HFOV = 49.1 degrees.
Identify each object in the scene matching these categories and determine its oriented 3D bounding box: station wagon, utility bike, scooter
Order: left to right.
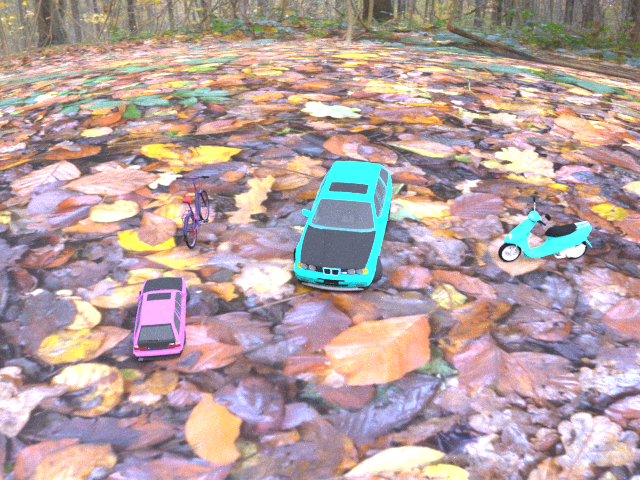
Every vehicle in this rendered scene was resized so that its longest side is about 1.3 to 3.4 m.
[{"bbox_3d":[-2.033,0.895,8.967,0.682,0.473,1.597,-4,30,-7],"label":"station wagon"},{"bbox_3d":[-1.994,-0.507,10.931,0.535,0.946,1.435,3,30,5],"label":"utility bike"},{"bbox_3d":[0.419,-0.363,10.706,1.327,0.920,3.105,5,30,9],"label":"station wagon"},{"bbox_3d":[3.332,-0.098,10.247,1.399,0.919,0.662,-2,30,-4],"label":"scooter"}]
